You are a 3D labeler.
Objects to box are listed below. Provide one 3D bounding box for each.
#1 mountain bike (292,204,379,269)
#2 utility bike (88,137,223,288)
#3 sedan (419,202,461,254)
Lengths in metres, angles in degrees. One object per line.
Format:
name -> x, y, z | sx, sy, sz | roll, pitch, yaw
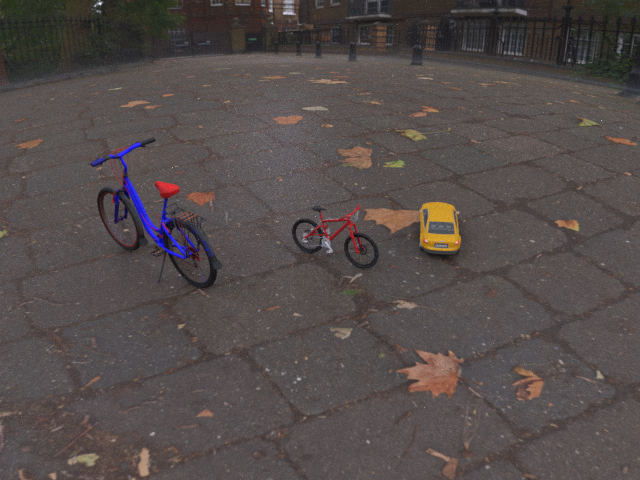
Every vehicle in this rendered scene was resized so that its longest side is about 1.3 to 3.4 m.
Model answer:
mountain bike -> 0.206, -0.088, 10.282 | 1.469, 0.868, 0.573 | 16, 31, 27
utility bike -> -2.422, -0.357, 9.748 | 2.791, 1.839, 1.039 | 22, 35, 36
sedan -> 1.885, -0.271, 11.046 | 0.635, 0.483, 1.613 | 3, 28, 6
